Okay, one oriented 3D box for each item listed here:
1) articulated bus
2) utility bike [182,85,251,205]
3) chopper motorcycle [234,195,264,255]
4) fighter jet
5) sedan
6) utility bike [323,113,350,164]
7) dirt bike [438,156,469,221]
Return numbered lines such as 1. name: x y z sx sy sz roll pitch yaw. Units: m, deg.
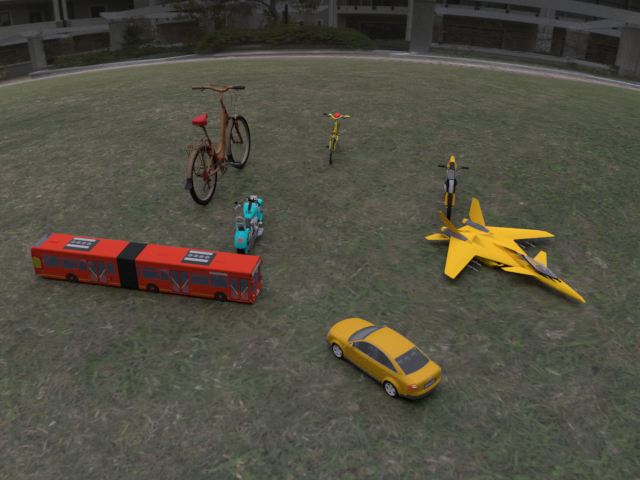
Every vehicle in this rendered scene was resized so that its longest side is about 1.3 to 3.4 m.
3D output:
1. articulated bus: -2.490 0.390 10.092 3.401 0.561 0.605 6 30 11
2. utility bike: -1.938 -1.857 12.770 1.039 1.839 2.791 8 31 14
3. chopper motorcycle: -1.118 -0.356 11.209 0.466 0.761 1.563 3 30 6
4. fighter jet: 2.898 0.173 10.480 2.229 0.557 2.640 -19 34 -30
5. sedan: 0.742 1.344 8.482 0.635 0.483 1.613 -23 37 -35
6. utility bike: 0.341 -2.181 14.254 0.535 0.946 1.435 3 30 5
7. dirt bike: 2.283 -0.958 12.177 0.527 0.857 1.493 5 30 9
